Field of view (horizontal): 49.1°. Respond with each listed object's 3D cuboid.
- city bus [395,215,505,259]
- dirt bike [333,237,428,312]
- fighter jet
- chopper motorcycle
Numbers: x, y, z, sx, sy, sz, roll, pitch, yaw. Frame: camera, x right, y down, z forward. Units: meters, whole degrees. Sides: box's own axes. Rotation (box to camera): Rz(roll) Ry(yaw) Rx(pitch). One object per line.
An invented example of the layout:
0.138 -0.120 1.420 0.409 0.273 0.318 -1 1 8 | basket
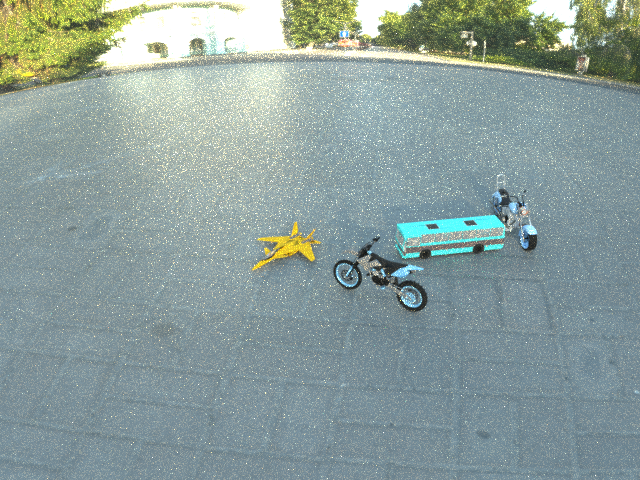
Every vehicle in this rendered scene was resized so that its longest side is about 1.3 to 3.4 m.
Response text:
2.060 -0.038 11.120 1.674 0.460 0.476 -5 29 -10 | city bus
0.824 0.468 9.760 1.493 0.857 0.527 17 33 28 | dirt bike
-0.620 0.125 11.001 1.147 0.286 1.358 20 34 32 | fighter jet
3.226 -0.469 11.604 0.466 0.761 1.563 -5 29 -8 | chopper motorcycle
